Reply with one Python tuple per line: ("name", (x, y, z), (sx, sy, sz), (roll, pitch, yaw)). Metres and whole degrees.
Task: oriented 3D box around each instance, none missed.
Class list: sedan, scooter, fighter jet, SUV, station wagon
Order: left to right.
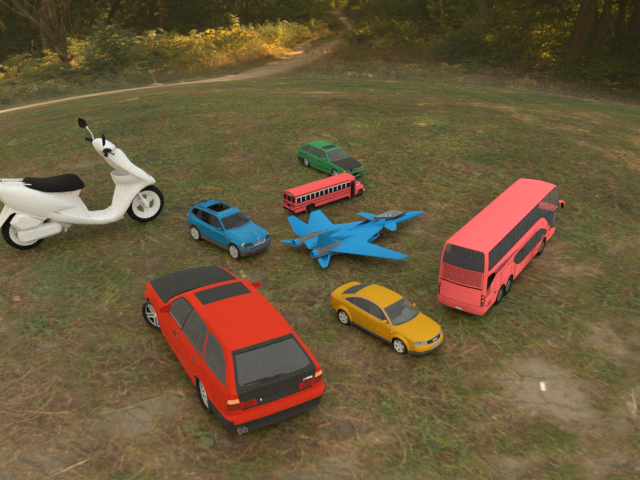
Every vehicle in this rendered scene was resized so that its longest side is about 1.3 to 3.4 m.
("scooter", (-3.825, -0.888, 11.120), (2.721, 1.786, 1.288), (-16, 30, -30))
("station wagon", (-1.142, 0.976, 8.214), (1.327, 0.920, 3.105), (-14, 29, -26))
("SUV", (-1.471, -0.215, 11.108), (1.572, 0.580, 0.656), (22, 33, 39))
("station wagon", (0.208, -1.668, 14.282), (0.682, 0.473, 1.597), (-19, 31, -34))
("fighter jet", (0.750, -0.295, 11.303), (2.640, 0.557, 2.229), (-18, 31, -33))
("sedan", (0.827, 0.921, 8.838), (0.635, 0.483, 1.613), (-23, 34, -39))

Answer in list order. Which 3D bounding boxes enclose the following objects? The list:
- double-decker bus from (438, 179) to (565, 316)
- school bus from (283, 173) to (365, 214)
("double-decker bus", (2.692, -0.020, 10.153), (0.756, 1.052, 3.251), (16, 30, 30))
("school bus", (0.104, -0.864, 12.641), (1.708, 0.434, 0.365), (-20, 32, -36))
